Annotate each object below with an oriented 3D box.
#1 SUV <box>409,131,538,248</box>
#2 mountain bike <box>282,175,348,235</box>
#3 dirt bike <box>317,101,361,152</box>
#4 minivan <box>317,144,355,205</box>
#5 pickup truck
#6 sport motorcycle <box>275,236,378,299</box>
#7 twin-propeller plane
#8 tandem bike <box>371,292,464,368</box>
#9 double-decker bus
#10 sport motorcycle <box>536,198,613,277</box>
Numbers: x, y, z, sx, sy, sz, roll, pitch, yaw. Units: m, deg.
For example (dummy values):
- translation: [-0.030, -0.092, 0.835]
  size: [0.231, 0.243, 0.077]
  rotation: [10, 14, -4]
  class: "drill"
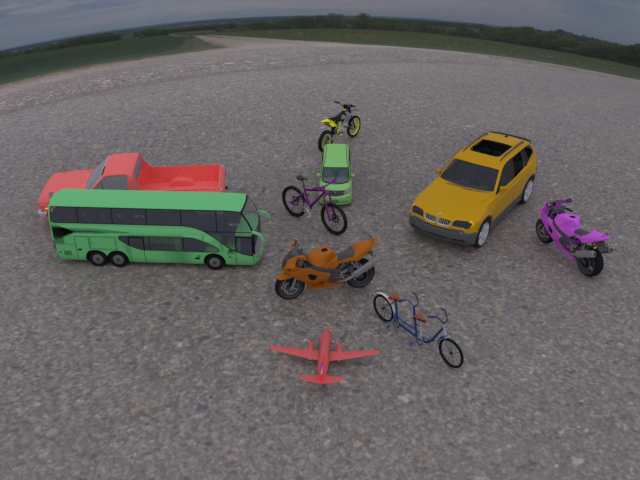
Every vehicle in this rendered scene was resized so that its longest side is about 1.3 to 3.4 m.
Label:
- translation: [2.683, -0.957, 11.889]
  size: [1.276, 1.128, 3.058]
  rotation: [20, 36, 30]
  class: "SUV"
- translation: [-0.109, -0.633, 11.595]
  size: [1.469, 0.868, 0.573]
  rotation: [25, 39, 36]
  class: "mountain bike"
- translation: [0.415, -2.400, 14.608]
  size: [0.527, 0.857, 1.493]
  rotation: [21, 36, 31]
  class: "dirt bike"
- translation: [0.291, -1.209, 12.823]
  size: [0.681, 0.616, 1.548]
  rotation: [1, 30, 2]
  class: "minivan"
- translation: [-3.151, -0.895, 11.918]
  size: [3.117, 0.993, 1.244]
  rotation: [-3, 31, -5]
  class: "pickup truck"
- translation: [0.093, 0.395, 9.896]
  size: [1.520, 0.821, 0.506]
  rotation: [-9, 32, -15]
  class: "sport motorcycle"
- translation: [0.051, 1.387, 8.619]
  size: [1.370, 0.407, 1.095]
  rotation: [2, 31, 3]
  class: "twin-propeller plane"
- translation: [1.223, 1.026, 8.960]
  size: [0.283, 0.682, 1.642]
  rotation: [-22, 37, -33]
  class: "tandem bike"
- translation: [-2.410, -0.183, 10.650]
  size: [3.251, 1.052, 0.756]
  rotation: [2, 31, 3]
  class: "double-decker bus"
- translation: [3.822, -0.073, 10.691]
  size: [0.506, 0.821, 1.520]
  rotation: [-11, 32, -19]
  class: "sport motorcycle"
